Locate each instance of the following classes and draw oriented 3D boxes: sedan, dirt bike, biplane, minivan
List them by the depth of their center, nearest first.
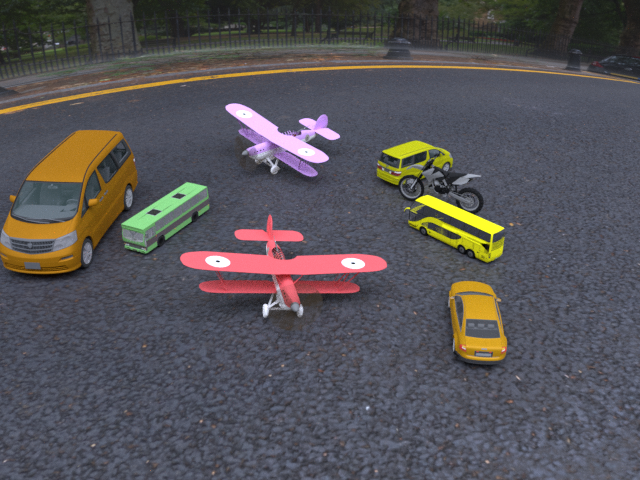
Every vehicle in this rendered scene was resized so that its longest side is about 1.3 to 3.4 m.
[{"bbox_3d":[1.932,0.925,8.646,0.635,0.483,1.613,3,29,5],"label":"sedan"},{"bbox_3d":[-0.481,0.357,9.151,2.598,0.981,2.120,-7,30,-12],"label":"biplane"},{"bbox_3d":[-3.795,-0.650,10.726,1.324,1.197,3.011,3,29,5],"label":"minivan"},{"bbox_3d":[1.993,-0.927,11.566,1.493,0.857,0.527,15,33,25],"label":"dirt bike"},{"bbox_3d":[1.762,-1.458,12.761,1.548,0.616,0.681,-22,36,-33],"label":"minivan"},{"bbox_3d":[-0.594,-1.833,13.057,2.120,0.981,2.598,-25,38,-37],"label":"biplane"}]

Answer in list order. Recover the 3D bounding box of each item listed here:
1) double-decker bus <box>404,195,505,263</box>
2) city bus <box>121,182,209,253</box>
[{"bbox_3d":[2.015,-0.202,10.597,0.389,0.541,1.672,-23,36,-35],"label":"double-decker bus"},{"bbox_3d":[-2.379,-0.355,10.953,0.476,0.460,1.674,13,32,23],"label":"city bus"}]
